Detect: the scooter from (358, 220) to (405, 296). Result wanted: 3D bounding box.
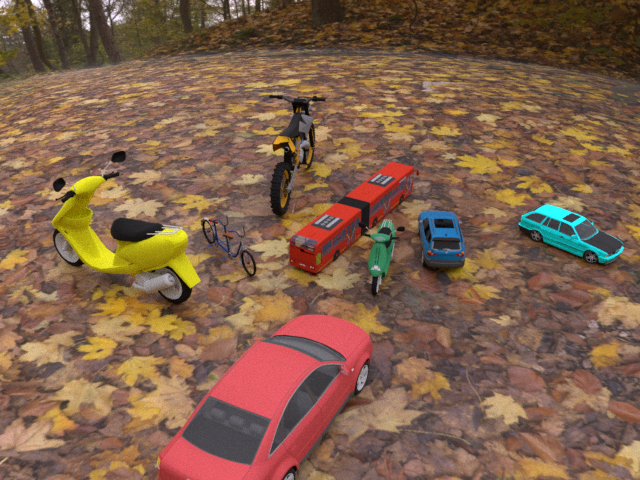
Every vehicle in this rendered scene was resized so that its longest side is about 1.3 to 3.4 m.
[{"bbox_3d":[0.894,0.105,10.124,0.662,0.919,1.399,6,30,11],"label":"scooter"}]

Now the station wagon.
[{"bbox_3d":[3.948,-0.132,11.002,0.682,0.473,1.597,-24,37,-36],"label":"station wagon"}]

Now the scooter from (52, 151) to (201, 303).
[{"bbox_3d":[-2.824,-0.154,9.700,2.721,1.786,1.288,16,33,26],"label":"scooter"}]

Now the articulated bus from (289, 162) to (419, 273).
[{"bbox_3d":[0.631,-0.458,11.493,0.605,0.561,3.401,17,33,27],"label":"articulated bus"}]

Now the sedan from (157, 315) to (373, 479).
[{"bbox_3d":[-0.432,1.615,7.412,1.235,0.940,3.137,14,32,24],"label":"sedan"}]

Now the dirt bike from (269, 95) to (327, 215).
[{"bbox_3d":[-0.464,-1.681,12.543,1.024,1.666,2.903,6,30,10],"label":"dirt bike"}]

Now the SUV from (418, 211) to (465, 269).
[{"bbox_3d":[1.876,-0.100,10.836,0.656,0.580,1.572,2,29,3],"label":"SUV"}]

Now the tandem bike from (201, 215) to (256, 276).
[{"bbox_3d":[-1.410,-0.027,10.601,0.283,0.682,1.642,-20,35,-31],"label":"tandem bike"}]
